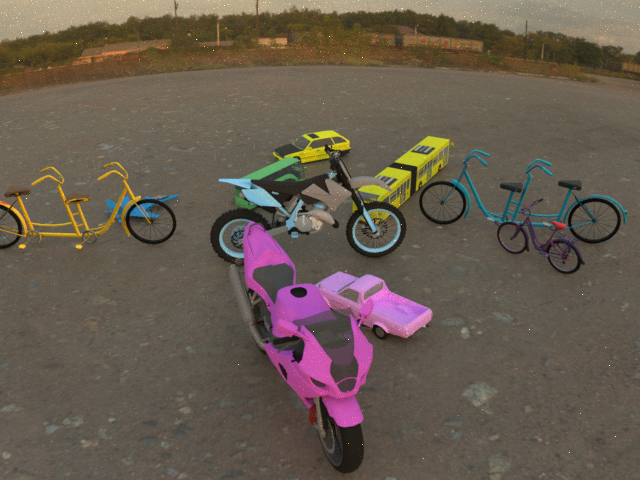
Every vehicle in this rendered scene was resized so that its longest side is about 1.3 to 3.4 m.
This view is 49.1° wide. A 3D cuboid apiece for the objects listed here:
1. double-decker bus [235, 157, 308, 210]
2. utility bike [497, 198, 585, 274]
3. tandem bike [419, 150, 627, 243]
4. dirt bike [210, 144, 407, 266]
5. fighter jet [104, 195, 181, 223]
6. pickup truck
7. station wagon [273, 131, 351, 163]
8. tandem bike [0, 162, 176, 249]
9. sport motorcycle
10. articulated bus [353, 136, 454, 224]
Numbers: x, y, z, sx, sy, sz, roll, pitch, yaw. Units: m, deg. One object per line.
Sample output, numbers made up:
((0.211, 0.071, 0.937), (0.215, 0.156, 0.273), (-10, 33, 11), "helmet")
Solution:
((-0.866, -1.044, 12.589), (0.389, 0.541, 1.672), (18, 32, 32), "double-decker bus")
((3.192, -0.049, 10.199), (0.535, 0.946, 1.435), (-24, 36, -38), "utility bike")
((3.164, -0.685, 11.026), (3.192, 1.326, 0.550), (8, 28, 15), "tandem bike")
((-0.156, -0.433, 10.159), (2.903, 1.666, 1.024), (-3, 27, -5), "dirt bike")
((-3.011, -0.675, 12.147), (1.358, 0.286, 1.147), (-22, 35, -37), "fighter jet")
((0.647, 0.786, 9.043), (1.603, 0.511, 0.640), (22, 34, 36), "pickup truck")
((-0.174, -1.907, 14.352), (1.597, 0.473, 0.682), (-14, 30, -25), "station wagon")
((-3.817, -0.488, 10.640), (3.192, 1.326, 0.550), (-1, 27, -3), "tandem bike")
((-0.239, 1.023, 7.387), (0.983, 1.596, 2.955), (-11, 29, -20), "sport motorcycle")
((1.570, -1.162, 12.799), (0.605, 0.561, 3.401), (14, 30, 26), "articulated bus")
